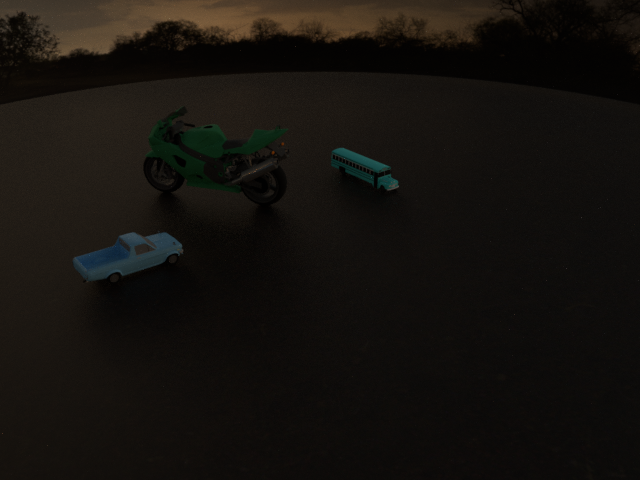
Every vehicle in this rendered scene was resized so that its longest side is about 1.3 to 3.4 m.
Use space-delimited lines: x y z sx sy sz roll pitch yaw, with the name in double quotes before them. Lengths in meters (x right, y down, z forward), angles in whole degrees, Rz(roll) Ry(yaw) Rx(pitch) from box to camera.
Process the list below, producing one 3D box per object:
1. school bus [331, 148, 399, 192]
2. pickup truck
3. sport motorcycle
"school bus" 0.892 -1.406 13.999 0.365 0.434 1.708 -20 33 -34
"pickup truck" -2.920 0.216 10.705 1.603 0.511 0.640 -19 33 -33
"sport motorcycle" -1.965 -1.505 12.906 2.955 1.596 0.983 8 28 15
